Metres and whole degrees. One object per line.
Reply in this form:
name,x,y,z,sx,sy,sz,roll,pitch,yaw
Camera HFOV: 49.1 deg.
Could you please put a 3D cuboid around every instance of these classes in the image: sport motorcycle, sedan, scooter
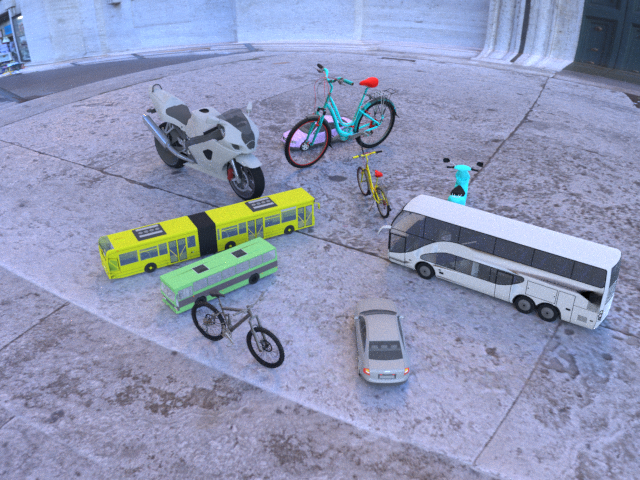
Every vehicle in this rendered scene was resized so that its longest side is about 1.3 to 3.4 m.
sport motorcycle,-2.058,-1.761,12.486,2.955,1.596,0.983,25,39,35
sedan,0.749,1.167,8.668,0.635,0.483,1.613,-1,31,-1
sedan,-0.030,-2.244,14.380,1.613,0.483,0.635,-17,35,-26
scooter,2.309,-0.839,11.602,0.662,0.919,1.399,9,32,14

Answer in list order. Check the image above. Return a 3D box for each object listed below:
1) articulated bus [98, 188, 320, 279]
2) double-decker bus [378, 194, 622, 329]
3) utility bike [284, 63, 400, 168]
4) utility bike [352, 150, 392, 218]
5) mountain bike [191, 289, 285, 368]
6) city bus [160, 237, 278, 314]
articulated bus,-1.629,-0.138,10.777,3.401,0.561,0.605,-16,34,-25
double-decker bus,2.390,0.222,9.696,3.251,1.052,0.756,19,36,29
utility bike,0.540,-2.380,13.286,2.791,1.839,1.039,-21,37,-31
utility bike,0.853,-0.976,11.806,0.535,0.946,1.435,-10,32,-16
mountain bike,-1.032,1.026,8.528,1.469,0.868,0.573,20,36,29
city bus,-1.391,0.491,9.822,1.674,0.460,0.476,-23,38,-33
